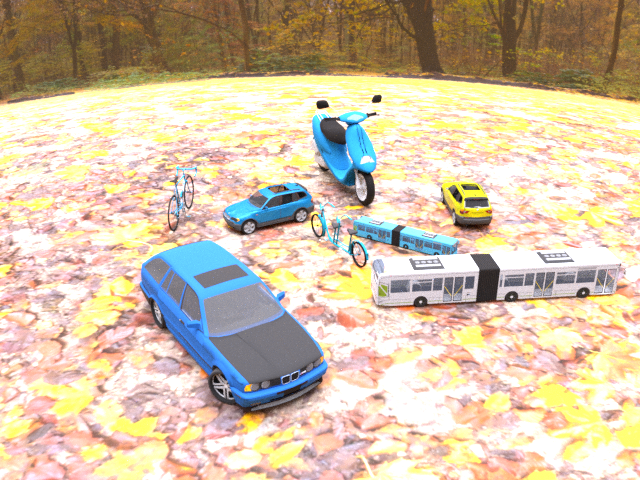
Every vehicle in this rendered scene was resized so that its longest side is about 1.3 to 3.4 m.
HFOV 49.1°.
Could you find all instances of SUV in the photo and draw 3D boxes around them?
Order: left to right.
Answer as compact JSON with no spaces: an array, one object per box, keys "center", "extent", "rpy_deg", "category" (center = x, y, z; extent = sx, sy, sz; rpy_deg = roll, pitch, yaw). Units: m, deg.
[{"center":[-0.862,-0.577,11.846],"extent":[1.572,0.580,0.656],"rpy_deg":[-14,29,-26],"category":"SUV"},{"center":[2.542,-0.731,12.166],"extent":[0.656,0.580,1.572],"rpy_deg":[-1,26,-3],"category":"SUV"}]

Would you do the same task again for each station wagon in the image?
[{"center":[-1.141,0.852,8.466],"extent":[1.327,0.920,3.105],"rpy_deg":[-16,30,-30],"category":"station wagon"}]

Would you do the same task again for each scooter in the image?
[{"center":[0.419,-1.867,13.144],"extent":[1.288,1.786,2.721],"rpy_deg":[-10,27,-19],"category":"scooter"}]

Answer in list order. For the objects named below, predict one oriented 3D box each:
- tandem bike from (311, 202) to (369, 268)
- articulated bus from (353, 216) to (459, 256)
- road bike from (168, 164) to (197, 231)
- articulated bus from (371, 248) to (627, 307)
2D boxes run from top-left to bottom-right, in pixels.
[{"center":[0.277,-0.127,10.789],"extent":[0.283,0.682,1.642],"rpy_deg":[-14,29,-28],"category":"tandem bike"},{"center":[1.340,-0.048,11.077],"extent":[1.749,0.289,0.311],"rpy_deg":[15,29,29],"category":"articulated bus"},{"center":[-2.366,-0.758,11.910],"extent":[0.358,0.852,1.545],"rpy_deg":[2,26,5],"category":"road bike"},{"center":[2.417,0.504,9.610],"extent":[3.401,0.561,0.605],"rpy_deg":[-3,26,-5],"category":"articulated bus"}]
